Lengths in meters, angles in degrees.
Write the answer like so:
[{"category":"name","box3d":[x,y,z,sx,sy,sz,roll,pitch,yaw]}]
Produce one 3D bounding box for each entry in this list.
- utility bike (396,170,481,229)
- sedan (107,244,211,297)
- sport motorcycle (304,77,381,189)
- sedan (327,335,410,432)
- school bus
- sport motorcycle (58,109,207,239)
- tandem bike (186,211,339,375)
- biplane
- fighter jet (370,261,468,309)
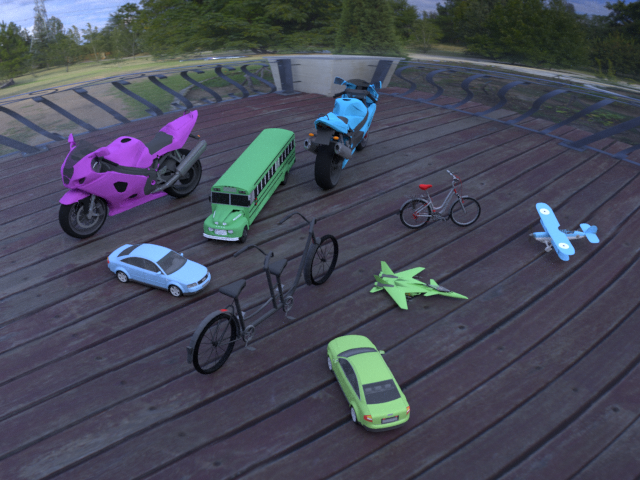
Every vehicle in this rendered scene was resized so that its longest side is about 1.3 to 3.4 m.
[{"category":"utility bike","box3d":[1.981,-0.657,11.652,1.435,0.946,0.535,-2,29,-4]},{"category":"sedan","box3d":[-2.368,0.383,10.274,1.613,0.483,0.635,13,32,21]},{"category":"sport motorcycle","box3d":[0.493,-2.141,13.627,0.983,1.596,2.955,10,31,17]},{"category":"sedan","box3d":[0.530,1.568,8.165,0.635,0.483,1.613,-8,30,-14]},{"category":"school bus","box3d":[-1.196,-1.027,12.414,0.709,0.844,3.322,7,30,12]},{"category":"sport motorcycle","box3d":[-3.157,-1.154,11.871,0.983,1.596,2.955,22,36,34]},{"category":"tandem bike","box3d":[-0.633,0.548,9.121,0.550,1.326,3.192,18,34,29]},{"category":"biplane","box3d":[3.841,-0.071,11.060,1.090,0.504,1.336,-2,29,-4]},{"category":"fighter jet","box3d":[1.449,0.636,10.024,1.358,0.286,1.147,10,31,17]}]
